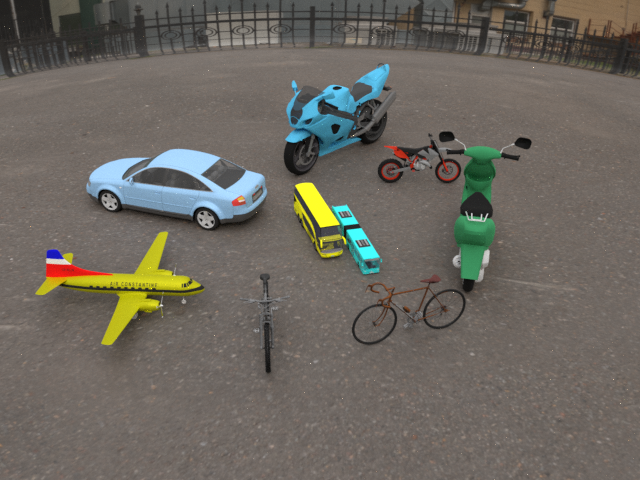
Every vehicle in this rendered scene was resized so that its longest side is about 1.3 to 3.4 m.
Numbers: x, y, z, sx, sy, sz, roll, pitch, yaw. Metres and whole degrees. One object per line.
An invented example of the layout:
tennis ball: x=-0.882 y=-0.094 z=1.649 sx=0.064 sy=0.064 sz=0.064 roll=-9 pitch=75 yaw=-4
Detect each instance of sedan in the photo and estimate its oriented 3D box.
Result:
sedan: x=-2.424 y=-0.974 z=11.614 sx=3.137 sy=0.940 sz=1.235 roll=10 pitch=32 yaw=17

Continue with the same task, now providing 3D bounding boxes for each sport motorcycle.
sport motorcycle: x=0.364 y=-2.325 z=13.285 sx=0.983 sy=1.596 sz=2.955 roll=24 pitch=38 yaw=35

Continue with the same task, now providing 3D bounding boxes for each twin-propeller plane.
twin-propeller plane: x=-2.583 y=0.492 z=9.238 sx=2.129 sy=0.792 sz=2.663 roll=2 pitch=30 yaw=3

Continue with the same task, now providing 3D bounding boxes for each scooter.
scooter: x=2.260 y=-0.559 z=10.058 sx=1.288 sy=1.786 sz=2.721 roll=7 pitch=31 yaw=11

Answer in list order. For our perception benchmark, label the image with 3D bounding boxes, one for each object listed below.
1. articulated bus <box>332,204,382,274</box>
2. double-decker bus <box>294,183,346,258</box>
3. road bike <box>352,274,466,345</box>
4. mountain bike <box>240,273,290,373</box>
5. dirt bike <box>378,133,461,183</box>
articulated bus: x=0.522 y=-0.040 z=10.655 sx=0.311 sy=0.289 sz=1.749 roll=-7 pitch=31 yaw=-12
double-decker bus: x=-0.040 y=-0.311 z=10.869 sx=0.389 sy=0.541 sz=1.672 roll=-9 pitch=31 yaw=-14
road bike: x=1.114 y=0.837 z=8.585 sx=1.545 sy=0.852 sz=0.358 roll=-10 pitch=32 yaw=-17
mountain bike: x=-0.651 y=0.899 z=8.462 sx=0.573 sy=0.868 sz=1.469 roll=-2 pitch=30 yaw=-4
dirt bike: x=1.780 y=-1.410 z=12.446 sx=1.493 sy=0.857 sz=0.527 roll=1 pitch=30 yaw=1
